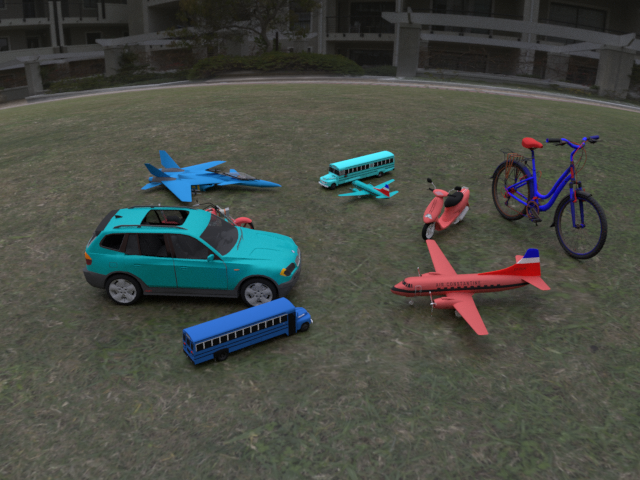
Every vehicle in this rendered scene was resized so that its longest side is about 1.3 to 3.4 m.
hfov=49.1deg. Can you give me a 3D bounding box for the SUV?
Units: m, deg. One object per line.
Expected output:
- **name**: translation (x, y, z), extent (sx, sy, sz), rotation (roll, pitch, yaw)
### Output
- **SUV**: translation (-1.794, 0.174, 9.970), extent (3.058, 1.128, 1.276), rotation (1, 26, 3)

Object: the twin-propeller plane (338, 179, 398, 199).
- **twin-propeller plane**: translation (0.950, -0.991, 13.201), extent (1.370, 0.407, 1.095), rotation (-18, 31, -33)

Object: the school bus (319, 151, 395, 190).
- **school bus**: translation (0.741, -1.405, 14.025), extent (1.708, 0.434, 0.365), rotation (-17, 31, -31)

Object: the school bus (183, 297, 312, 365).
- **school bus**: translation (-0.876, 1.111, 8.833), extent (1.708, 0.434, 0.365), rotation (-16, 30, -29)

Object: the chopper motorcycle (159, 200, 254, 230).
- **chopper motorcycle**: translation (-1.853, -0.285, 11.339), extent (1.563, 0.761, 0.466), rotation (-5, 26, -11)

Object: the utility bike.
- **utility bike**: translation (3.763, -0.932, 11.437), extent (1.039, 1.839, 2.791), rotation (-11, 28, -22)

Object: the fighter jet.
- **fighter jet**: translation (-2.041, -1.290, 13.646), extent (2.640, 0.557, 2.229), rotation (4, 26, 9)

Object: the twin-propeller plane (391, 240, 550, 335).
- **twin-propeller plane**: translation (2.027, 0.513, 9.657), extent (2.129, 0.792, 2.663), rotation (-3, 26, -5)

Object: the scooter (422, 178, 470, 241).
- **scooter**: translation (2.137, -0.587, 11.782), extent (0.662, 0.919, 1.399), rotation (21, 33, 36)
